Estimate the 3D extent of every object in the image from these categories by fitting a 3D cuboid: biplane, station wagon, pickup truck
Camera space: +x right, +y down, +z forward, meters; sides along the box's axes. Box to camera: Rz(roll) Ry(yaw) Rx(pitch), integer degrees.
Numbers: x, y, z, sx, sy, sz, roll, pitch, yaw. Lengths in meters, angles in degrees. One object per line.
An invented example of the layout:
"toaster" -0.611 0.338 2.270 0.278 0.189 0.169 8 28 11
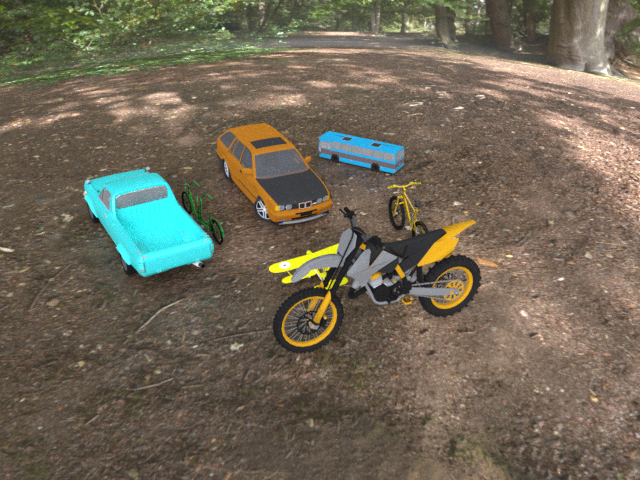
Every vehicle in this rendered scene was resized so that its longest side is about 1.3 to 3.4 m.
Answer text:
"biplane" -0.026 0.424 9.892 1.336 0.504 1.090 -10 31 -17
"station wagon" -0.878 -1.292 12.474 1.327 0.920 3.105 -13 32 -22
"pickup truck" -2.745 -0.409 10.857 1.244 0.993 3.117 -16 34 -26

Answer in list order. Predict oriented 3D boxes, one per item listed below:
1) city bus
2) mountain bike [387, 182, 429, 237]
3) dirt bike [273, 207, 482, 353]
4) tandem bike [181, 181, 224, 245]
"city bus" 0.795 -1.700 13.651 1.674 0.460 0.476 16 33 26
"mountain bike" 1.390 -0.361 10.898 0.573 0.868 1.469 -9 31 -16
"dirt bike" 0.787 0.475 8.631 2.903 1.666 1.024 -12 32 -20
"tandem bike" -1.923 -0.488 11.309 0.283 0.682 1.642 -17 34 -28
